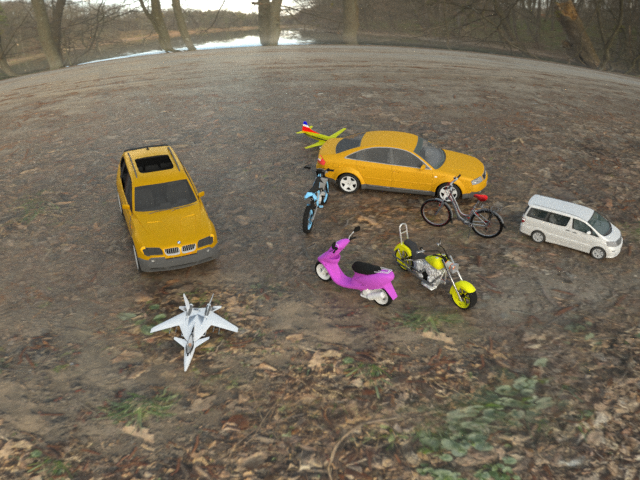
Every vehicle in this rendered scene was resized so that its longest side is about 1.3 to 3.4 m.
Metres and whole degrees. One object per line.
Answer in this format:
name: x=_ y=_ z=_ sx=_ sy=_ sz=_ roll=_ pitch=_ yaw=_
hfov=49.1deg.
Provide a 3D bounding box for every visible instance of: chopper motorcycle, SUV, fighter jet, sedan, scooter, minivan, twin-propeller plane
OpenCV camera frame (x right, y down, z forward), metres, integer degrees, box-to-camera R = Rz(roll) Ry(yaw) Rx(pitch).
chopper motorcycle: x=1.633 y=0.367 z=9.996 sx=0.466 sy=0.761 sz=1.563 roll=-21 pitch=37 yaw=-31
SUV: x=-2.545 y=-0.600 z=11.260 sx=1.276 sy=1.128 sz=3.058 roll=-11 pitch=33 yaw=-18
fighter jet: x=-1.653 y=1.182 z=9.092 sx=1.147 sy=0.286 sz=1.358 roll=0 pitch=31 yaw=0
sedan: x=1.496 y=-1.433 z=12.841 sx=3.137 sy=0.940 sz=1.235 roll=7 pitch=31 yaw=11
scooter: x=0.486 y=0.369 z=9.838 sx=1.399 sy=0.919 sz=0.662 roll=22 pitch=37 yaw=32
minivan: x=4.013 y=-0.222 z=11.127 sx=1.548 sy=0.616 sz=0.681 roll=18 pitch=35 yaw=27
twin-propeller plane: x=0.048 y=-2.181 z=14.616 sx=1.095 sy=0.407 sz=1.370 roll=22 pitch=37 yaw=32

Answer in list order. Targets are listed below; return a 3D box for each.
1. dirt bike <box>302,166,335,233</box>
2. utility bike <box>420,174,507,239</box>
dirt bike: x=-0.061 y=-0.760 z=11.793 sx=0.527 sy=0.857 sz=1.493 roll=8 pitch=32 yaw=13
utility bike: x=2.298 y=-0.494 z=11.261 sx=1.435 sy=0.946 sz=0.535 roll=14 pitch=34 yaw=22
